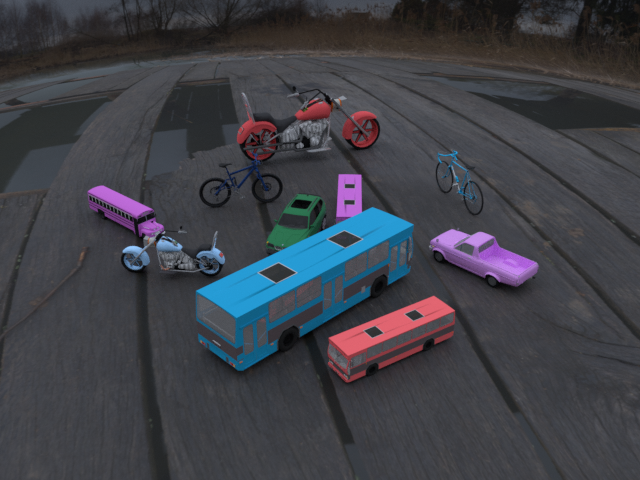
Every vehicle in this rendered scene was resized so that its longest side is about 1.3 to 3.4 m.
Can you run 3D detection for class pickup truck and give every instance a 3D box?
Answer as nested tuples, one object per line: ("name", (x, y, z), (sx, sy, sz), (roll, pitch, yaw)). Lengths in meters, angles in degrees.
("pickup truck", (2.405, 0.218, 10.382), (0.640, 0.511, 1.603), (-25, 38, -37))

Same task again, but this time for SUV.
("SUV", (-0.354, -0.246, 11.138), (0.656, 0.580, 1.572), (8, 30, 14))

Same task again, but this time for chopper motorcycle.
("chopper motorcycle", (-0.190, -2.378, 14.023), (3.040, 1.480, 0.906), (-11, 31, -19))
("chopper motorcycle", (-2.162, 0.167, 10.216), (1.563, 0.761, 0.466), (4, 30, 7))

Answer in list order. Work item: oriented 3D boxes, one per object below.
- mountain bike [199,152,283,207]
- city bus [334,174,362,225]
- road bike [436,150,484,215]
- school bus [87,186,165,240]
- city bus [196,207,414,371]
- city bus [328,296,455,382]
("mountain bike", (-1.378, -1.007, 12.201), (1.469, 0.868, 0.573), (-6, 30, -10))
("city bus", (0.496, -0.566, 11.832), (0.476, 0.460, 1.674), (1, 29, 2))
("road bike", (2.440, -1.042, 12.281), (0.358, 0.852, 1.545), (-11, 31, -19))
("school bus", (-3.231, -0.453, 11.657), (1.708, 0.434, 0.365), (23, 37, 35))
("city bus", (-0.085, 0.583, 9.338), (3.255, 0.894, 0.926), (-26, 38, -38))
("city bus", (0.900, 1.219, 8.647), (1.674, 0.460, 0.476), (-18, 34, -28))
